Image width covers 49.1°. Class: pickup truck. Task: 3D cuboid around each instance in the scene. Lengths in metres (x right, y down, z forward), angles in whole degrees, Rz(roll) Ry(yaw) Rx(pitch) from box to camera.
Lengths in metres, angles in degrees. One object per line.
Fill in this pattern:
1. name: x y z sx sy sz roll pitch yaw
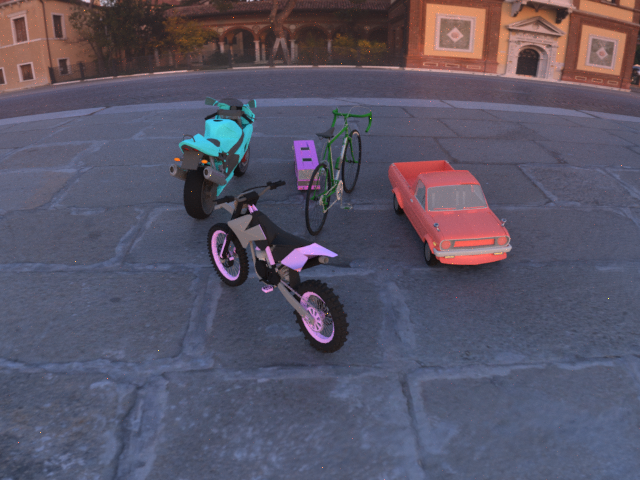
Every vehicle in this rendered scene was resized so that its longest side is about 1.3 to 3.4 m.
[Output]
1. pickup truck: 1.983 -0.617 11.244 1.244 0.993 3.117 -4 27 -8

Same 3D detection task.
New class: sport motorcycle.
1. sport motorcycle: -1.787 -1.526 12.398 0.983 1.596 2.955 6 27 11

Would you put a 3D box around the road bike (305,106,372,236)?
1. road bike: 0.277 -1.250 11.776 0.697 1.656 3.004 9 28 17

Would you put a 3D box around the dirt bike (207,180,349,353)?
1. dirt bike: -0.651 0.223 8.795 1.024 1.666 2.903 -20 33 -35

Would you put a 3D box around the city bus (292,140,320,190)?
1. city bus: -0.266 -1.441 13.504 0.476 0.460 1.674 -2 26 -4
